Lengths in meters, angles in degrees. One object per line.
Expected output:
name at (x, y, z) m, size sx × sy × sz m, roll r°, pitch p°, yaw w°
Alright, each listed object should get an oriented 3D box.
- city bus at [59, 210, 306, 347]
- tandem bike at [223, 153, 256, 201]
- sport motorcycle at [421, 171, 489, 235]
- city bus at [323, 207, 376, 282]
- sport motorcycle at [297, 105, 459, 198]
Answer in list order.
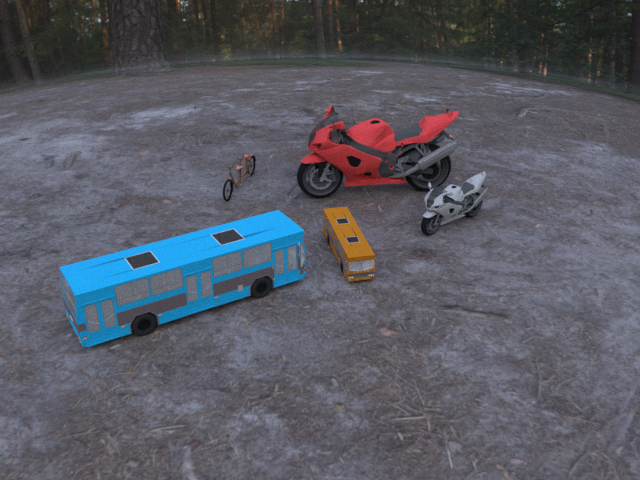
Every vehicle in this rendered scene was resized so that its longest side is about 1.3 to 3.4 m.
city bus at (-1.786, 0.497, 9.624) m, size 3.255 × 0.894 × 0.926 m, roll -16°, pitch 33°, yaw -27°
tandem bike at (-1.503, -1.307, 13.151) m, size 0.283 × 0.682 × 1.642 m, roll 8°, pitch 30°, yaw 14°
sport motorcycle at (2.246, -0.622, 11.750) m, size 1.520 × 0.821 × 0.506 m, roll -22°, pitch 36°, yaw -35°
city bus at (0.424, 0.053, 10.890) m, size 0.476 × 0.460 × 1.674 m, roll -6°, pitch 29°, yaw -11°
sport motorcycle at (1.040, -1.575, 12.687) m, size 2.955 × 1.596 × 0.983 m, roll -5°, pitch 29°, yaw -9°
